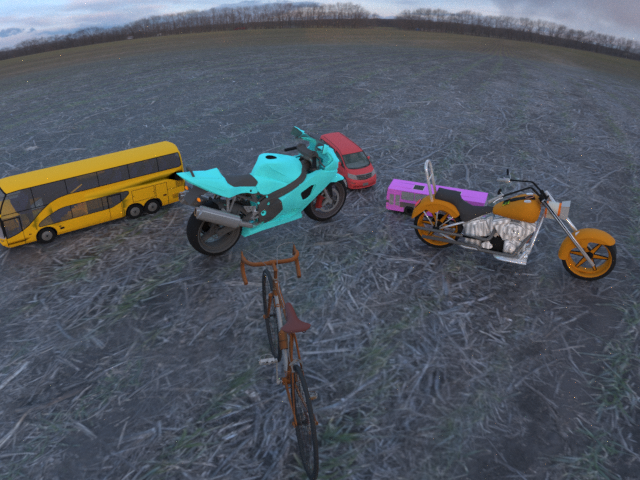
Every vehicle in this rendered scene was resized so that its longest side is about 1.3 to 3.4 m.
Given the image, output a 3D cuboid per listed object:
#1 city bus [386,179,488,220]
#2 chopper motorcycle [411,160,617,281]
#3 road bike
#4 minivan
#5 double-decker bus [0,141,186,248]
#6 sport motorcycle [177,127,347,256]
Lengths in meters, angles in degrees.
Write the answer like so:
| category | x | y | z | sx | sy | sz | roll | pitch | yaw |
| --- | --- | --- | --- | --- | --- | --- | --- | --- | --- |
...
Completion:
| category | x | y | z | sx | sy | sz | roll | pitch | yaw |
| --- | --- | --- | --- | --- | --- | --- | --- | --- | --- |
| city bus | 1.998 | -0.645 | 12.012 | 1.674 | 0.460 | 0.476 | 10 | 32 | 17 |
| chopper motorcycle | 2.870 | -0.303 | 10.426 | 3.040 | 1.480 | 0.906 | 11 | 32 | 18 |
| road bike | -0.381 | 1.174 | 7.743 | 0.696 | 1.656 | 3.004 | -7 | 31 | -12 |
| minivan | 0.500 | -1.514 | 13.336 | 0.681 | 0.616 | 1.548 | -14 | 33 | -22 |
| double-decker bus | -3.848 | -0.776 | 11.651 | 3.251 | 1.052 | 0.756 | -19 | 35 | -29 |
| sport motorcycle | -0.807 | -0.750 | 11.071 | 2.955 | 1.596 | 0.983 | -18 | 35 | -28 |
